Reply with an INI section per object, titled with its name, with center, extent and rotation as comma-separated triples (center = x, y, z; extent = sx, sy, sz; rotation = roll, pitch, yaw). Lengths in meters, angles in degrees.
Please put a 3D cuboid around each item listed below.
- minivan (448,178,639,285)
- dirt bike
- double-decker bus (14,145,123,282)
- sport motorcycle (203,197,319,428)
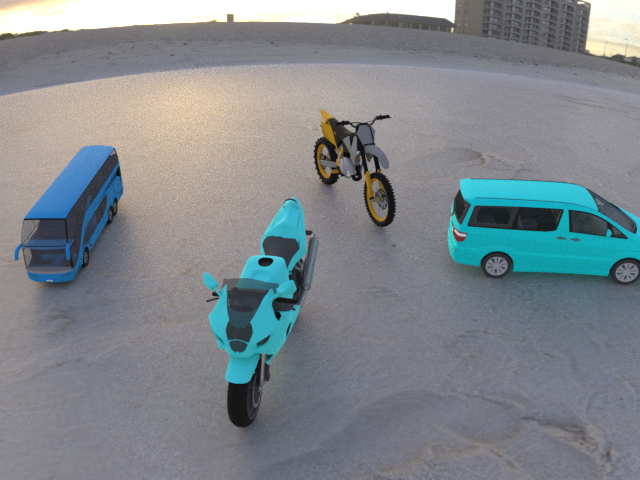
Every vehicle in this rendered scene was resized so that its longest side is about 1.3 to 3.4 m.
[minivan]
center = 3.445, -0.184, 10.338
extent = 3.011, 1.197, 1.324
rotation = 3, 28, 5
[dirt bike]
center = 0.566, -1.408, 12.178
extent = 1.024, 1.666, 2.903
rotation = -12, 30, -22
[double-decker bus]
center = -3.834, -0.471, 11.046
extent = 0.756, 1.052, 3.251
rotation = 0, 28, -1
[sport motorcycle]
center = -0.596, 0.735, 8.145
extent = 0.983, 1.596, 2.955
rotation = 5, 28, 9
